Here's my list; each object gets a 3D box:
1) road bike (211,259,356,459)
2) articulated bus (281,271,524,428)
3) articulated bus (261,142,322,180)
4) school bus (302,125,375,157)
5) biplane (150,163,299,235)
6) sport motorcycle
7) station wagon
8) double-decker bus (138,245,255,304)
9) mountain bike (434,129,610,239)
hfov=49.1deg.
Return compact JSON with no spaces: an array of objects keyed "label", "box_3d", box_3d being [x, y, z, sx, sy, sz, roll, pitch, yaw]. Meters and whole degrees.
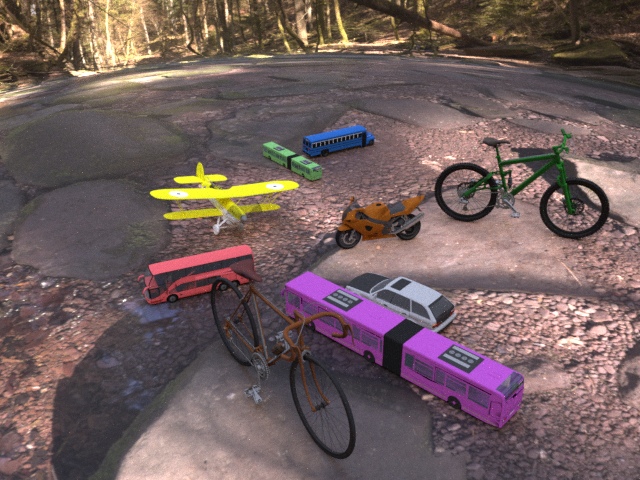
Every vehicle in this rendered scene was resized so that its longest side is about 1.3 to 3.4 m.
[{"label":"road bike","box_3d":[-0.527,1.160,7.863,0.696,1.656,3.004,-19,34,-31]},{"label":"articulated bus","box_3d":[0.898,1.267,8.799,3.401,0.561,0.605,24,37,36]},{"label":"articulated bus","box_3d":[-0.589,-1.622,14.299,0.311,0.289,1.749,-21,35,-33]},{"label":"school bus","box_3d":[0.439,-2.146,15.095,1.708,0.434,0.365,-17,33,-27]},{"label":"biplane","box_3d":[-1.679,-0.731,11.975,2.598,0.981,2.120,-16,33,-26]},{"label":"sport motorcycle","box_3d":[0.973,-0.303,11.366,1.520,0.821,0.506,-9,30,-15]},{"label":"station wagon","box_3d":[1.086,0.798,9.737,1.597,0.473,0.682,23,36,35]},{"label":"double-decker bus","box_3d":[-1.776,0.507,10.193,1.672,0.541,0.389,-12,31,-21]},{"label":"mountain bike","box_3d":[3.331,-0.926,11.597,2.857,1.688,1.114,10,31,18]}]
